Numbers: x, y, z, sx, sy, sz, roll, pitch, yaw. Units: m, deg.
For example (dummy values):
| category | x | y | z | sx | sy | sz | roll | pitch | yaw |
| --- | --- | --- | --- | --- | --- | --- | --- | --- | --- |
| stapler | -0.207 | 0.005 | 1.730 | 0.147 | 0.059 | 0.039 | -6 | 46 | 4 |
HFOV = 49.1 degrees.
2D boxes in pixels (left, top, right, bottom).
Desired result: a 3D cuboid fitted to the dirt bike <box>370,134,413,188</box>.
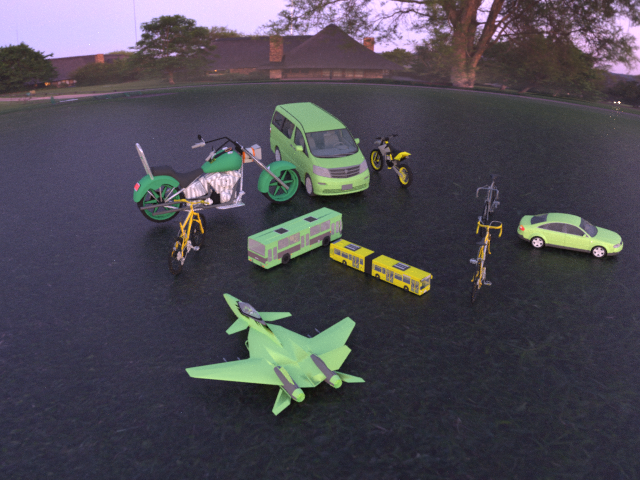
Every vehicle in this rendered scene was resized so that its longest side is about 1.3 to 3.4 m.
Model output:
| category | x | y | z | sx | sy | sz | roll | pitch | yaw |
| --- | --- | --- | --- | --- | --- | --- | --- | --- | --- |
| dirt bike | 1.403 | -1.621 | 13.949 | 0.527 | 0.857 | 1.493 | -13 | 28 | -25 |

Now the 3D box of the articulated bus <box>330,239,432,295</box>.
| category | x | y | z | sx | sy | sz | roll | pitch | yaw |
| --- | --- | --- | --- | --- | --- | --- | --- | --- | --- |
| articulated bus | 0.867 | 0.382 | 10.370 | 1.749 | 0.289 | 0.311 | 22 | 33 | 38 |

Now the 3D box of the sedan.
| category | x | y | z | sx | sy | sz | roll | pitch | yaw |
| --- | --- | --- | --- | --- | --- | --- | --- | --- | --- |
| sedan | 4.006 | -0.127 | 11.221 | 1.613 | 0.483 | 0.635 | 10 | 27 | 20 |

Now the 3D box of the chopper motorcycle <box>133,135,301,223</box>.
| category | x | y | z | sx | sy | sz | roll | pitch | yaw |
| --- | --- | --- | --- | --- | --- | --- | --- | --- | --- |
| chopper motorcycle | -1.752 | -1.156 | 12.234 | 3.040 | 1.480 | 0.906 | -12 | 28 | -24 |

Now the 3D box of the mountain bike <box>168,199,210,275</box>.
| category | x | y | z | sx | sy | sz | roll | pitch | yaw |
| --- | --- | --- | --- | --- | --- | --- | --- | --- | --- |
| mountain bike | -2.024 | -0.096 | 10.705 | 0.573 | 0.868 | 1.469 | 5 | 26 | 11 |

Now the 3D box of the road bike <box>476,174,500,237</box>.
| category | x | y | z | sx | sy | sz | roll | pitch | yaw |
| --- | --- | --- | --- | --- | --- | --- | --- | --- | --- |
| road bike | 2.877 | -0.649 | 11.896 | 0.358 | 0.852 | 1.545 | 9 | 27 | 19 |

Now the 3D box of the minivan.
| category | x | y | z | sx | sy | sz | roll | pitch | yaw |
| --- | --- | --- | --- | --- | --- | --- | --- | --- | --- |
| minivan | -0.058 | -1.854 | 14.043 | 1.324 | 1.197 | 3.011 | -10 | 27 | -20 |

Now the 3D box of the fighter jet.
| category | x | y | z | sx | sy | sz | roll | pitch | yaw |
| --- | --- | --- | --- | --- | --- | --- | --- | --- | --- |
| fighter jet | -0.650 | 1.074 | 8.589 | 2.229 | 0.557 | 2.640 | -14 | 29 | -28 |

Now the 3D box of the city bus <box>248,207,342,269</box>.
| category | x | y | z | sx | sy | sz | roll | pitch | yaw |
| --- | --- | --- | --- | --- | --- | --- | --- | --- | --- |
| city bus | -0.365 | -0.029 | 11.040 | 0.476 | 0.460 | 1.674 | 23 | 34 | 40 |

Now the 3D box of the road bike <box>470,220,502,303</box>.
| category | x | y | z | sx | sy | sz | roll | pitch | yaw |
| --- | --- | --- | --- | --- | --- | --- | --- | --- | --- |
| road bike | 2.313 | 0.265 | 9.959 | 0.358 | 0.852 | 1.545 | 9 | 27 | 19 |
